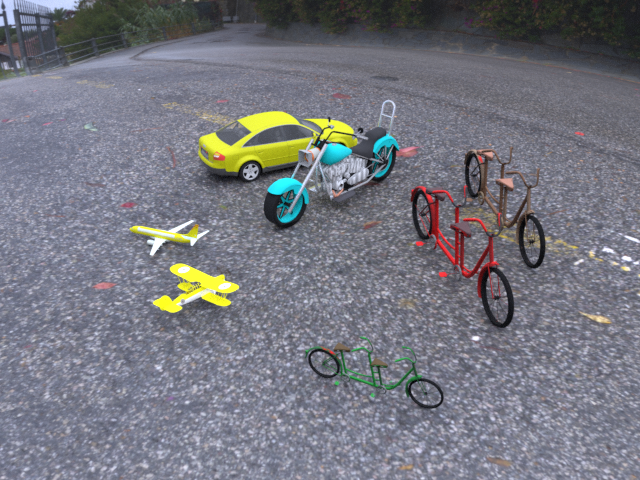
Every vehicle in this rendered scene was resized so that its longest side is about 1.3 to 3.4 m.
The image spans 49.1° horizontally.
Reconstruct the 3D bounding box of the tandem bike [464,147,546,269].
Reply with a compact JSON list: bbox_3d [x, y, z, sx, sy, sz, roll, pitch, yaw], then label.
[{"bbox_3d":[2.839,-0.796,10.926,0.550,1.326,3.192,-5,30,-8],"label":"tandem bike"}]

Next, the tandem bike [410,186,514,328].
[{"bbox_3d":[1.898,-0.085,9.676,0.550,1.326,3.192,-8,31,-14],"label":"tandem bike"}]

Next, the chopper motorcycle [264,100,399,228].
[{"bbox_3d":[0.260,-1.304,11.662,0.906,1.480,3.040,26,39,38],"label":"chopper motorcycle"}]

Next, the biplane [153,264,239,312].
[{"bbox_3d":[-1.650,0.677,9.168,1.336,0.504,1.090,25,38,37],"label":"biplane"}]

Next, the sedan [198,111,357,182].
[{"bbox_3d":[-0.749,-1.917,13.286,3.137,0.940,1.235,-15,33,-24],"label":"sedan"}]

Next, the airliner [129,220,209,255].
[{"bbox_3d":[-2.384,-0.155,10.705,1.307,0.429,1.161,11,32,19],"label":"airliner"}]

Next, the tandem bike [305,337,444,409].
[{"bbox_3d":[0.577,1.406,7.707,1.642,0.682,0.283,13,32,21],"label":"tandem bike"}]
